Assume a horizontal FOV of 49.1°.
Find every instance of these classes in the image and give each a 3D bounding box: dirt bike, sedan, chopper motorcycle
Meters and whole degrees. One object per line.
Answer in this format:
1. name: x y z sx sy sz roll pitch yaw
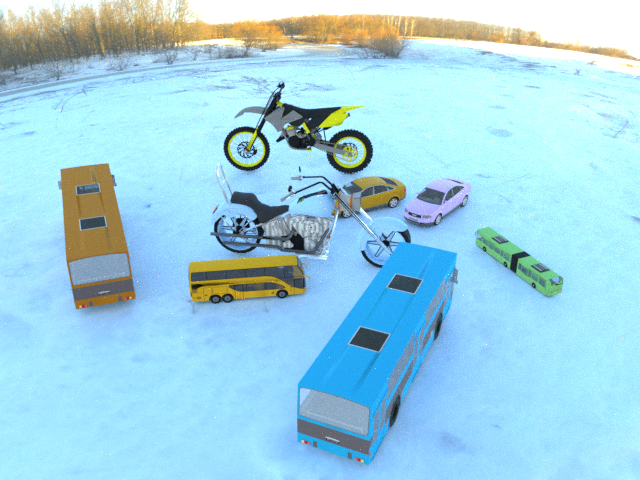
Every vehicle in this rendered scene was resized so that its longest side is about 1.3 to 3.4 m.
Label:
1. dirt bike: -0.427 -2.055 13.350 2.903 1.666 1.024 1 29 3
2. sedan: 0.759 -0.808 12.298 1.613 0.483 0.635 -13 31 -23
3. chopper motorcycle: -0.155 -0.354 10.424 3.040 1.480 0.906 4 29 7
4. sedan: 2.049 -0.726 12.148 0.635 0.483 1.613 21 35 33

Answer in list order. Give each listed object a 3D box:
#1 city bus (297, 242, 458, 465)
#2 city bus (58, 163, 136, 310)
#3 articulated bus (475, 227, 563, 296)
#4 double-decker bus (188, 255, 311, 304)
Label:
1. city bus: 0.788 1.180 8.221 0.926 0.894 3.255 12 31 21
2. city bus: -3.417 -0.132 10.629 0.926 0.894 3.255 -10 30 -17
3. articulated bus: 2.940 0.292 10.483 0.311 0.289 1.749 -12 31 -21
4. double-decker bus: -0.983 0.535 9.774 1.672 0.541 0.389 -4 29 -7
